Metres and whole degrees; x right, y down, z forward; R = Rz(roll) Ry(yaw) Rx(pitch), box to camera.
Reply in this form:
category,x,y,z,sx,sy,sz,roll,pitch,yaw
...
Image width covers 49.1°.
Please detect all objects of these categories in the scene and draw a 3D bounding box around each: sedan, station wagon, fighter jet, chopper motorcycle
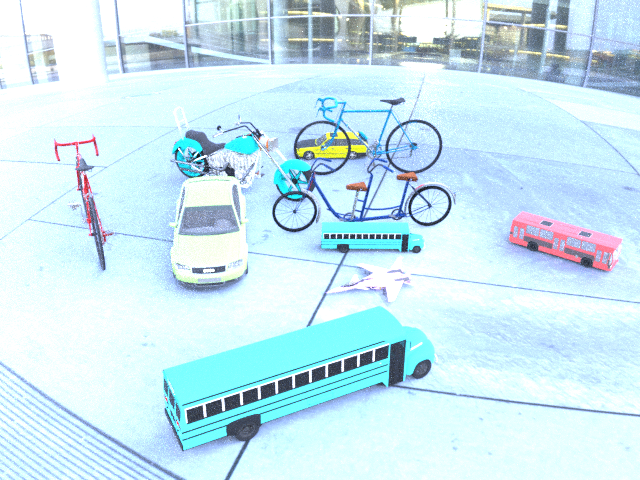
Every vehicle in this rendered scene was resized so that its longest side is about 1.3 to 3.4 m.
category,x,y,z,sx,sy,sz,roll,pitch,yaw
sedan,-1.791,-0.306,11.422,1.235,0.940,3.137,-3,28,-6
station wagon,0.262,-2.072,15.233,1.597,0.473,0.682,-1,28,-2
fighter jet,0.721,0.583,10.446,1.358,0.286,1.147,-10,30,-19
chopper motorcycle,-1.515,-1.650,13.370,3.040,1.480,0.906,12,30,21

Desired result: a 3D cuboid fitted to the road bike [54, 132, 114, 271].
category,x,y,z,sx,sy,sz,roll,pitch,yaw
road bike,-3.801,-0.715,11.428,0.696,1.656,3.004,-11,30,-20

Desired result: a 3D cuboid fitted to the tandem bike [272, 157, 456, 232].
category,x,y,z,sx,sy,sz,roll,pitch,yaw
tandem bike,0.774,-0.775,11.891,3.192,1.326,0.550,-3,28,-5

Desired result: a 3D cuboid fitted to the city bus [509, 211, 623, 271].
category,x,y,z,sx,sy,sz,roll,pitch,yaw
city bus,3.940,0.024,11.311,1.674,0.460,0.476,20,34,32

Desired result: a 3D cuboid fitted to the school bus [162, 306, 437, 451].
category,x,y,z,sx,sy,sz,roll,pitch,yaw
school bus,-0.115,1.500,8.133,3.322,0.844,0.709,-14,31,-24

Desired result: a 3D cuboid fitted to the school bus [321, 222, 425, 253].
category,x,y,z,sx,sy,sz,roll,pitch,yaw
school bus,0.870,-0.051,11.480,1.708,0.434,0.365,0,28,0

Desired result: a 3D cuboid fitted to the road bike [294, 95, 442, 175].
category,x,y,z,sx,sy,sz,roll,pitch,yaw
road bike,0.972,-2.078,13.987,3.004,1.656,0.697,-1,28,-2
